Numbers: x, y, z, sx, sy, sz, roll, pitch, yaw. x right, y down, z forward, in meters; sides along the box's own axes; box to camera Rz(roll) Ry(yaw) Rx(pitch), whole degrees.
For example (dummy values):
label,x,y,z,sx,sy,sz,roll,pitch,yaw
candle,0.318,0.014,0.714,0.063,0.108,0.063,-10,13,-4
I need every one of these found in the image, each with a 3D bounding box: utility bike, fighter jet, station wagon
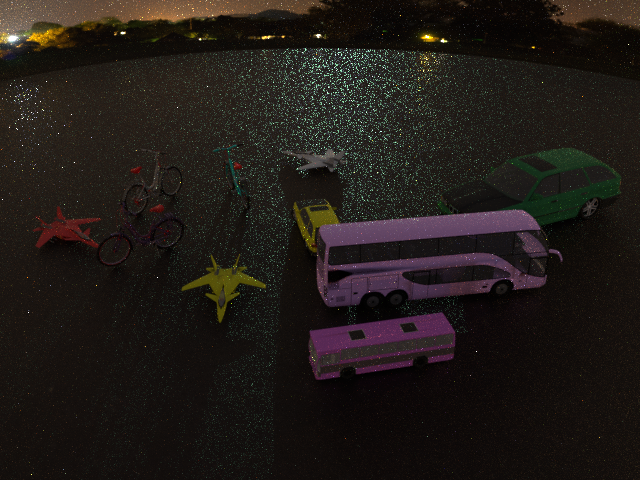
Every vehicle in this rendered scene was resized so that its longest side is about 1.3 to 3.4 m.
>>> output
label,x,y,z,sx,sy,sz,roll,pitch,yaw
utility bike,-2.876,-1.020,11.776,0.535,0.946,1.435,17,34,28
utility bike,-1.484,-1.106,11.928,0.535,0.946,1.435,-12,32,-20
utility bike,-2.578,-0.138,10.212,1.435,0.946,0.535,-20,35,-32
fighter jet,-3.848,-0.149,10.902,1.358,0.286,1.147,21,35,32
fighter jet,-1.314,0.645,9.495,1.147,0.286,1.358,-2,29,-3
station wagon,-0.018,-0.303,10.985,0.682,0.473,1.597,-6,30,-11
fighter jet,-0.187,-1.657,13.574,1.358,0.286,1.147,17,34,28
station wagon,3.441,-0.831,11.466,3.105,0.920,1.327,-13,32,-22

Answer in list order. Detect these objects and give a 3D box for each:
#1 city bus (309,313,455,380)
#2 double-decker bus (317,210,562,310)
label,x,y,z,sx,sy,sz,roll,pitch,yaw
city bus,0.725,1.258,8.232,1.674,0.460,0.476,-6,30,-11
double-decker bus,1.575,0.240,9.433,3.251,1.052,0.756,-5,30,-8
